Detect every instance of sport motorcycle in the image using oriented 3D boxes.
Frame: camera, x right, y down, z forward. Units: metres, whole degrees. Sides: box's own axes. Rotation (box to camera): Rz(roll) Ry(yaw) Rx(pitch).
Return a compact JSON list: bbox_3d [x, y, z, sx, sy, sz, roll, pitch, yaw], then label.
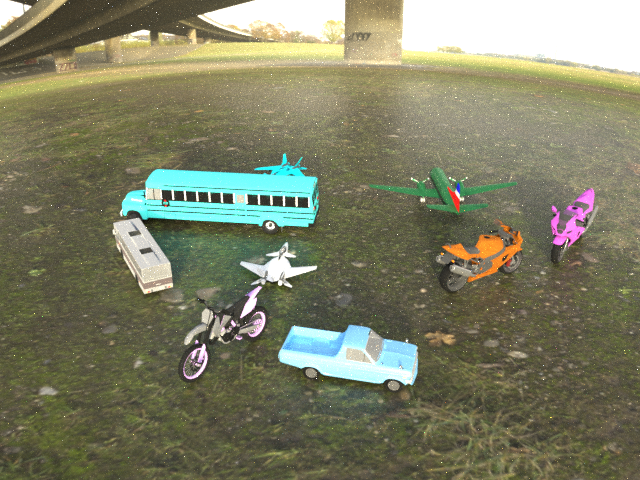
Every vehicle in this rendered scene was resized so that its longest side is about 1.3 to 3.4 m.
[{"bbox_3d":[2.307,0.241,9.911,1.520,0.821,0.506,-14,30,-26],"label":"sport motorcycle"},{"bbox_3d":[3.906,-0.229,10.833,0.506,0.821,1.520,18,32,31],"label":"sport motorcycle"}]

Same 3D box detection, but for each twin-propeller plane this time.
[{"bbox_3d":[2.210,-0.959,12.297,2.663,0.792,2.129,-1,27,-2],"label":"twin-propeller plane"}]

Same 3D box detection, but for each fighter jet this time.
[{"bbox_3d":[-0.832,-1.307,13.536,1.147,0.286,1.358,14,30,25],"label":"fighter jet"},{"bbox_3d":[-0.604,0.264,10.455,1.147,0.286,1.358,3,27,6],"label":"fighter jet"}]

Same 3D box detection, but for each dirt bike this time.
[{"bbox_3d":[-1.116,1.056,8.272,0.527,0.857,1.493,19,33,33],"label":"dirt bike"}]

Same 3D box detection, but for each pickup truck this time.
[{"bbox_3d":[0.342,1.306,8.163,1.603,0.511,0.640,6,28,12],"label":"pickup truck"}]

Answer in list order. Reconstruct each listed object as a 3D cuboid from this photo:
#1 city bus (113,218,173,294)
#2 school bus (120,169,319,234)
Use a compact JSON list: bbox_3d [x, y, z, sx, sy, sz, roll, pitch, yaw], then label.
[{"bbox_3d":[-2.627,0.228,10.334,0.476,0.460,1.674,-13,30,-24],"label":"city bus"},{"bbox_3d":[-1.696,-0.672,11.677,3.322,0.844,0.709,3,27,7],"label":"school bus"}]
